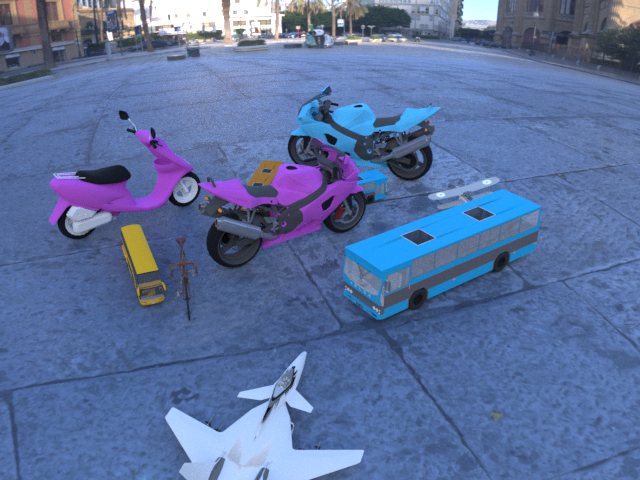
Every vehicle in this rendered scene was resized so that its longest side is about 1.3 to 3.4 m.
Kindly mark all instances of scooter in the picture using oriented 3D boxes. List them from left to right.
[{"bbox_3d":[-3.239,-1.095,11.695,2.721,1.786,1.288,-21,35,-33],"label":"scooter"}]

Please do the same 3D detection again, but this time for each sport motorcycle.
[{"bbox_3d":[-0.485,-0.569,10.948,2.955,1.596,0.983,-17,34,-28],"label":"sport motorcycle"},{"bbox_3d":[0.785,-2.008,13.521,2.955,1.596,0.983,7,30,13],"label":"sport motorcycle"}]

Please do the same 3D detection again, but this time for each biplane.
[{"bbox_3d":[2.594,-0.713,12.324,1.336,0.504,1.090,-8,30,-14],"label":"biplane"}]

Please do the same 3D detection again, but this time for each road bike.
[{"bbox_3d":[-1.909,0.464,9.863,0.358,0.852,1.545,-6,30,-11],"label":"road bike"}]

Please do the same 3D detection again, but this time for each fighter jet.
[{"bbox_3d":[-0.569,1.872,7.647,2.229,0.557,2.640,8,30,15],"label":"fighter jet"}]

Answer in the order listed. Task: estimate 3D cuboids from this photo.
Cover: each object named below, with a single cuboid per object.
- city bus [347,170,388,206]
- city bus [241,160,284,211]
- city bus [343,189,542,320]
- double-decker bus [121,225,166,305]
[{"bbox_3d":[0.408,-0.830,12.580,1.674,0.460,0.476,-15,32,-24],"label":"city bus"},{"bbox_3d":[-1.043,-0.919,12.738,0.476,0.460,1.674,5,30,10],"label":"city bus"},{"bbox_3d":[1.861,0.175,10.337,3.255,0.894,0.926,-19,35,-31],"label":"city bus"},{"bbox_3d":[-2.643,0.362,10.365,0.389,0.541,1.672,-11,31,-20],"label":"double-decker bus"}]
